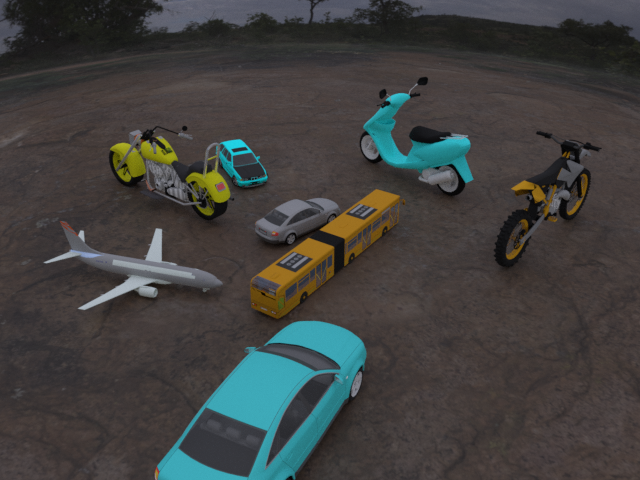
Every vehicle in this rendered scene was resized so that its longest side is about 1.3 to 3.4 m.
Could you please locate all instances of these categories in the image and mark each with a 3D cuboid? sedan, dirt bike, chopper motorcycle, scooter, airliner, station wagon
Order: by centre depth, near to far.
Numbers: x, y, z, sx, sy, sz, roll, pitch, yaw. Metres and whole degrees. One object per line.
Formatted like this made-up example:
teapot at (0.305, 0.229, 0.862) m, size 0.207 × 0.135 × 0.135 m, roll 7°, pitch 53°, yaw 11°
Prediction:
sedan at (-0.486, 1.728, 7.489) m, size 1.235 × 0.940 × 3.137 m, roll 14°, pitch 33°, yaw 23°
airliner at (-2.603, 0.253, 10.105) m, size 2.541 × 0.835 × 2.257 m, roll 8°, pitch 31°, yaw 13°
dirt bike at (3.586, -0.724, 10.948) m, size 1.024 × 1.666 × 2.903 m, roll 26°, pitch 39°, yaw 36°
sedan at (-0.342, -0.398, 11.560) m, size 1.613 × 0.483 × 0.635 m, roll -26°, pitch 39°, yaw -37°
chopper motorcycle at (-2.711, -1.331, 12.166) m, size 3.040 × 1.480 × 0.906 m, roll 23°, pitch 38°, yaw 34°
scooter at (1.727, -1.949, 12.917) m, size 1.288 × 1.786 × 2.721 m, roll -24°, pitch 38°, yaw -35°
station wagon at (-1.521, -1.512, 13.469) m, size 0.682 × 0.473 × 1.597 m, roll -13°, pitch 33°, yaw -20°

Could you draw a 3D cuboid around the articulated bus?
articulated bus at (0.206, 0.111, 10.617) m, size 0.605 × 0.561 × 3.401 m, roll 19°, pitch 35°, yaw 29°
